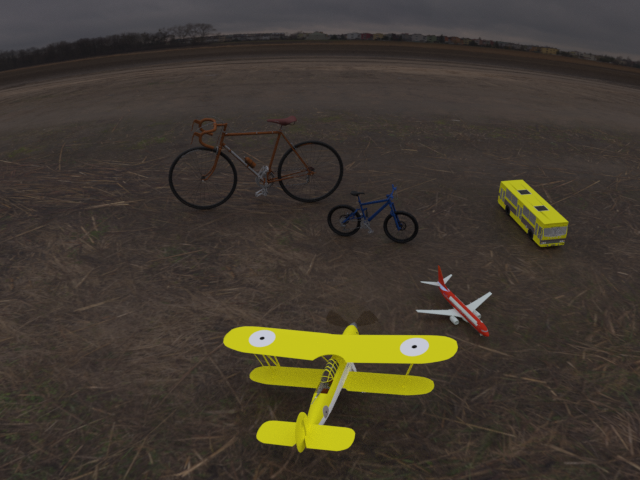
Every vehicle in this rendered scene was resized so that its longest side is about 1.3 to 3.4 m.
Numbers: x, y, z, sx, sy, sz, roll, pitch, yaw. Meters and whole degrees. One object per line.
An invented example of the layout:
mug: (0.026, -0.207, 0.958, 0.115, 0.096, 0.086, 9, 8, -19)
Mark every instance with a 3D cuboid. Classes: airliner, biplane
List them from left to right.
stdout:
biplane: (0.067, 1.498, 7.440, 2.598, 0.981, 2.120, 8, 30, 15)
airliner: (1.871, 0.814, 9.270, 1.161, 0.429, 1.307, -11, 31, -19)

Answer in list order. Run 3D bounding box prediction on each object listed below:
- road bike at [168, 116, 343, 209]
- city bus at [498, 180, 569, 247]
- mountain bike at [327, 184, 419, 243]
road bike: (-1.075, -1.330, 11.921, 3.004, 1.656, 0.697, -4, 29, -8)
city bus: (3.477, -0.448, 11.553, 0.476, 0.460, 1.674, -5, 29, -9)
mountain bike: (0.829, -0.392, 11.024, 1.469, 0.868, 0.573, 7, 29, 13)
